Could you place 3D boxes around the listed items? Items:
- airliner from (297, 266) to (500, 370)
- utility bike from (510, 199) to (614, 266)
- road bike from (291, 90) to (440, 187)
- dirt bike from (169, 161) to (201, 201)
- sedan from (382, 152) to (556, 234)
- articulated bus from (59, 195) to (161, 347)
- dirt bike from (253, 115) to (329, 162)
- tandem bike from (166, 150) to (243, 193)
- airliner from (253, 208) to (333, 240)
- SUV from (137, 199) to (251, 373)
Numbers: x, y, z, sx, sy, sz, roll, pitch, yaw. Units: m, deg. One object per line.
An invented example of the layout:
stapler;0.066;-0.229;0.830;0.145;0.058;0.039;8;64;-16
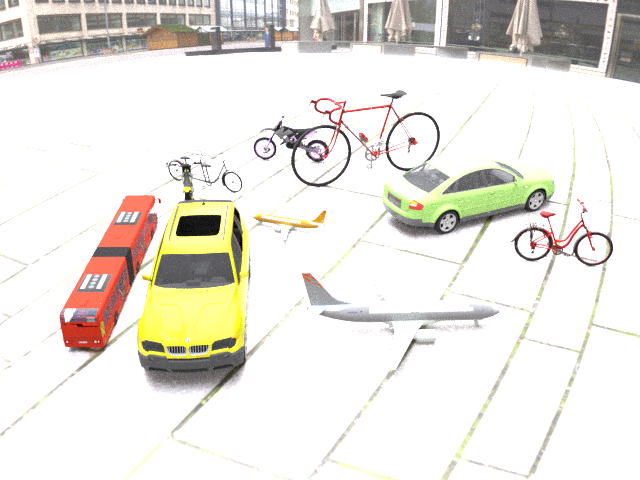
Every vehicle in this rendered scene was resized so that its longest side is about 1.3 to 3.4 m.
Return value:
airliner;1.001;0.727;8.652;2.541;0.835;2.257;-2;28;-3
utility bike;3.503;-0.114;10.090;1.435;0.946;0.535;5;29;9
road bike;0.881;-1.870;12.591;3.004;1.656;0.696;-11;30;-20
dirt bike;-2.169;-0.806;11.464;0.527;0.857;1.493;-5;29;-9
sedan;2.533;-0.937;11.619;3.137;0.940;1.235;-13;31;-23
articulated bus;-2.825;0.292;9.744;0.605;0.561;3.401;0;28;0
dirt bike;-0.565;-1.928;13.538;1.493;0.857;0.527;3;29;5
tandem bike;-2.092;-1.274;12.513;1.642;0.682;0.283;13;31;23
airliner;-0.484;-0.372;11.111;1.307;0.429;1.161;10;30;18
SUV;-1.522;0.453;8.850;1.276;1.128;3.058;-2;28;-3
